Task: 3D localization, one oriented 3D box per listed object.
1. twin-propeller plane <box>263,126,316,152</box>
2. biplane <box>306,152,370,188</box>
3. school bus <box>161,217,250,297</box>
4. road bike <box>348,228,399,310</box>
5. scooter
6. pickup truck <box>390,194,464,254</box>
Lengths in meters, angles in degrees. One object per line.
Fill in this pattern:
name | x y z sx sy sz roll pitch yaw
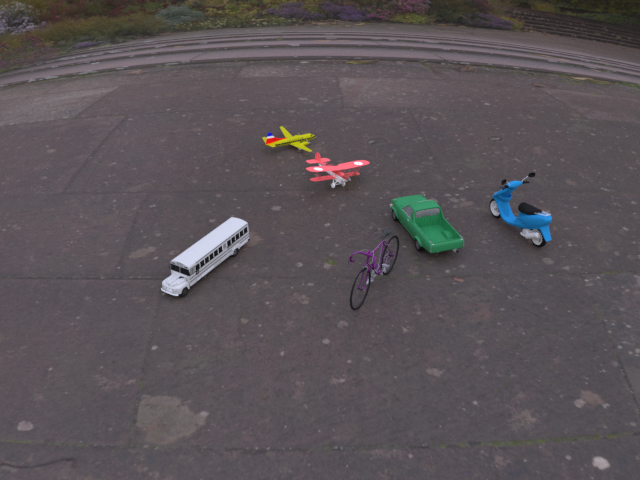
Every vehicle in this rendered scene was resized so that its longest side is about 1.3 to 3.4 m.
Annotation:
twin-propeller plane | -0.574 -2.018 13.856 1.095 0.407 1.370 -15 35 -23
biplane | 0.235 -1.260 12.552 1.336 0.504 1.090 -20 37 -29
school bus | -1.662 0.235 10.225 0.365 0.434 1.708 17 36 25
road bike | 0.777 0.332 9.677 0.358 0.852 1.545 17 36 25
scooter | 3.152 -0.524 10.983 0.662 0.919 1.399 -15 35 -22
pickup truck | 1.658 -0.302 11.013 0.640 0.511 1.603 -9 33 -15
